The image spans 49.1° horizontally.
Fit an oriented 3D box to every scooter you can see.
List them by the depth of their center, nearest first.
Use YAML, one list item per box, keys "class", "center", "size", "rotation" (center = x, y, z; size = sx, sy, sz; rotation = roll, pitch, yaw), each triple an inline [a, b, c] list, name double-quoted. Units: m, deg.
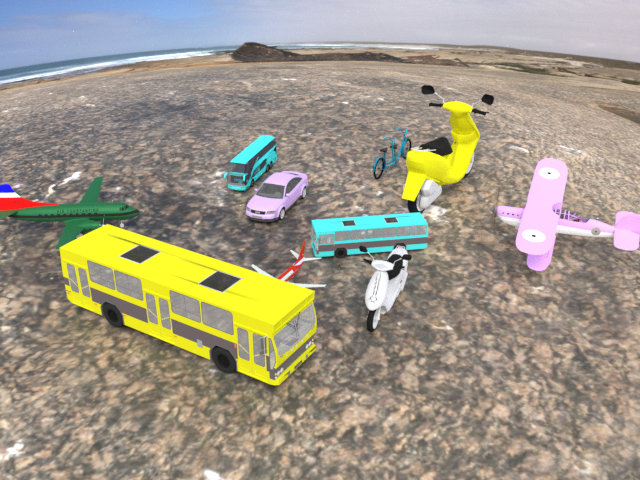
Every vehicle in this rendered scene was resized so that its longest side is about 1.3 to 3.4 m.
- class: "scooter"
  center: [0.843, 0.462, 8.753]
  size: [0.662, 0.919, 1.399]
  rotation: [11, 29, 20]
- class: "scooter"
  center: [2.107, -1.571, 11.761]
  size: [1.288, 1.786, 2.721]
  rotation: [16, 31, 29]

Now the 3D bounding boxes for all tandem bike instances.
- class: "tandem bike"
  center: [1.372, -1.659, 13.143]
  size: [0.283, 0.682, 1.642]
  rotation: [15, 31, 27]

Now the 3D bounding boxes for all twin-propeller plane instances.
- class: "twin-propeller plane"
  center: [-3.878, -0.522, 10.808]
  size: [2.129, 0.792, 2.663]
  rotation: [-2, 27, -4]

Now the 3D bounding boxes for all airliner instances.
- class: "airliner"
  center: [-0.505, 0.449, 9.314]
  size: [1.161, 0.429, 1.307]
  rotation: [14, 30, 25]

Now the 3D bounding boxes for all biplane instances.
- class: "biplane"
  center: [3.491, -0.239, 10.051]
  size: [2.120, 0.981, 2.598]
  rotation: [10, 29, 19]

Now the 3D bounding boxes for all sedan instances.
- class: "sedan"
  center: [-0.705, -0.789, 11.665]
  size: [0.635, 0.483, 1.613]
  rotation: [10, 29, 18]

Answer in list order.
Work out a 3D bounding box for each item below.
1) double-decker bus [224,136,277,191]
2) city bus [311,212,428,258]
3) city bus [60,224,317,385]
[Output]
- class: "double-decker bus"
  center: [-1.233, -1.403, 12.798]
  size: [0.389, 0.541, 1.672]
  rotation: [8, 28, 15]
- class: "city bus"
  center: [0.720, -0.062, 10.276]
  size: [1.674, 0.460, 0.476]
  rotation: [-4, 27, -8]
- class: "city bus"
  center: [-1.622, 0.715, 8.288]
  size: [3.255, 0.894, 0.926]
  rotation: [16, 31, 28]
